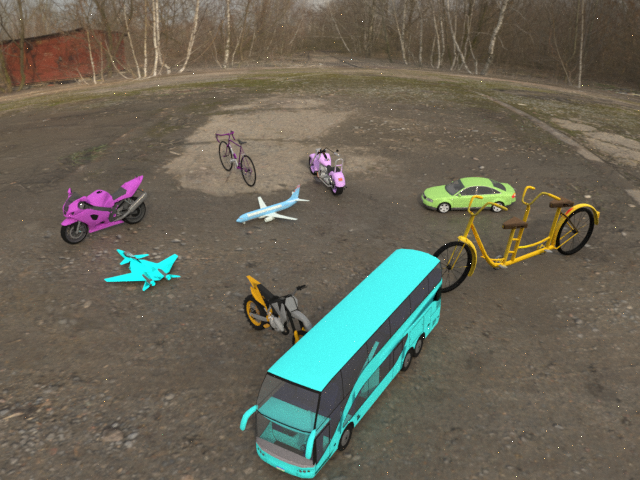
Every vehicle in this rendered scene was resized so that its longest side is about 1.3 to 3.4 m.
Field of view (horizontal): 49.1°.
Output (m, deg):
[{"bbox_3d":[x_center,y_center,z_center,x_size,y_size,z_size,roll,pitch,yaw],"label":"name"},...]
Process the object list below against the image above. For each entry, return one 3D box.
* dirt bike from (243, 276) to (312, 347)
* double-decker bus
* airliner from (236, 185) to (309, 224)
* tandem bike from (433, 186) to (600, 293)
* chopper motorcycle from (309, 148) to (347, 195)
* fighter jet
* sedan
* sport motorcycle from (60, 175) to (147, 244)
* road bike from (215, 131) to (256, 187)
[{"bbox_3d":[-0.478,0.912,8.320,0.527,0.857,1.493,-20,33,-34],"label":"dirt bike"},{"bbox_3d":[0.412,1.204,7.526,0.756,1.052,3.251,15,30,27],"label":"double-decker bus"},{"bbox_3d":[-0.845,-0.592,11.777,1.307,0.429,1.161,-18,32,-32],"label":"airliner"},{"bbox_3d":[2.814,-0.126,9.857,3.192,1.326,0.550,-14,30,-25],"label":"tandem bike"},{"bbox_3d":[0.106,-1.376,12.962,0.466,0.761,1.563,-9,28,-18],"label":"chopper motorcycle"},{"bbox_3d":[-2.644,0.297,10.173,1.147,0.286,1.358,-22,34,-36],"label":"fighter jet"},{"bbox_3d":[2.574,-0.807,12.143,1.613,0.483,0.635,-1,27,-2],"label":"sedan"},{"bbox_3d":[-3.438,-0.490,11.140,0.506,0.821,1.520,24,35,39],"label":"sport motorcycle"},{"bbox_3d":[-1.584,-1.572,13.250,0.358,0.852,1.545,-16,31,-29],"label":"road bike"}]
